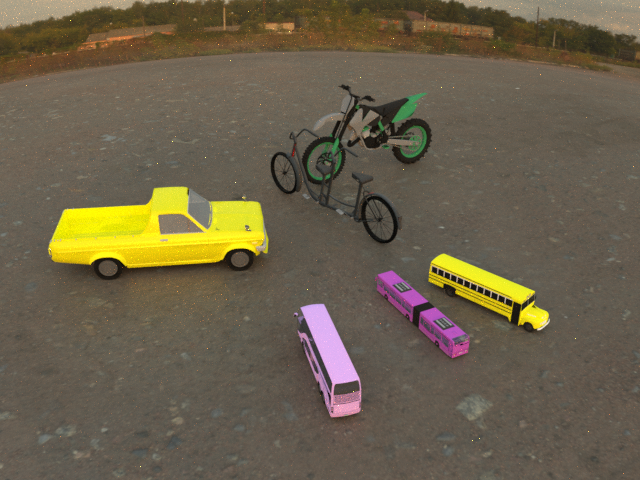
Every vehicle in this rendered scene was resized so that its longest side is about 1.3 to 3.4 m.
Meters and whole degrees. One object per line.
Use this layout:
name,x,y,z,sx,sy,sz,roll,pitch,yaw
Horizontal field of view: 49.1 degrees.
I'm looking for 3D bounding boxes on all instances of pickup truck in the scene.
pickup truck,-2.333,-0.185,10.353,3.117,0.993,1.244,-4,29,-6

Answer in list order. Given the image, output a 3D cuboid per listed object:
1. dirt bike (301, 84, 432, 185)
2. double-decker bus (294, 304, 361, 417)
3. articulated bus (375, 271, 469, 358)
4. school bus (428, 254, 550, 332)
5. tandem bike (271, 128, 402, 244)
dirt bike,0.929,-1.990,12.907,2.903,1.666,1.024,-16,33,-27
double-decker bus,0.072,1.324,8.104,0.389,0.541,1.672,-7,30,-13
articulated bus,1.291,0.925,9.082,0.311,0.289,1.749,-14,32,-24
school bus,2.249,0.691,9.354,1.708,0.434,0.365,25,37,37
tandem bike,0.165,-0.969,11.421,0.550,1.326,3.192,-23,36,-35
